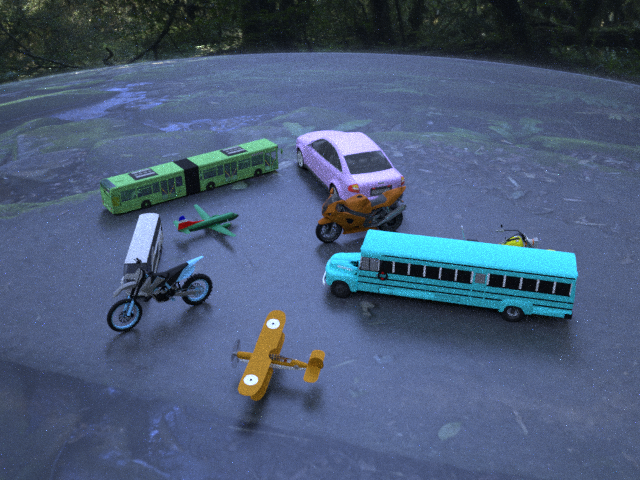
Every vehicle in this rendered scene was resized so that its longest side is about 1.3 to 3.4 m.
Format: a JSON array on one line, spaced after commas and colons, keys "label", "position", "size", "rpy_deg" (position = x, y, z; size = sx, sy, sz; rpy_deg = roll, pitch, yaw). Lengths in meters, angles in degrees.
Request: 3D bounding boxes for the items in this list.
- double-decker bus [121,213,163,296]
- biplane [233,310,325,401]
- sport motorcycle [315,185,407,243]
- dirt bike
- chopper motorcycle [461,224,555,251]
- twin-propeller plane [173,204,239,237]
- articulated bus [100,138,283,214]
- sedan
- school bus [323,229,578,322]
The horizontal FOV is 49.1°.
[{"label": "double-decker bus", "position": [-2.559, 0.208, 10.196], "size": [0.389, 0.541, 1.672], "rpy_deg": [-2, 29, -4]}, {"label": "biplane", "position": [-0.494, 1.410, 8.062], "size": [1.090, 0.504, 1.336], "rpy_deg": [6, 30, 11]}, {"label": "sport motorcycle", "position": [0.647, -0.413, 11.029], "size": [1.520, 0.821, 0.506], "rpy_deg": [-10, 31, -17]}, {"label": "dirt bike", "position": [-2.067, 0.649, 9.073], "size": [1.493, 0.857, 0.527], "rpy_deg": [-20, 35, -32]}, {"label": "chopper motorcycle", "position": [2.707, 0.158, 10.059], "size": [1.563, 0.761, 0.466], "rpy_deg": [2, 29, 3]}, {"label": "twin-propeller plane", "position": [-1.796, -0.325, 11.299], "size": [1.095, 0.407, 1.370], "rpy_deg": [-19, 34, -30]}, {"label": "articulated bus", "position": [-2.252, -1.194, 12.710], "size": [3.401, 0.561, 0.605], "rpy_deg": [-20, 35, -31]}, {"label": "sedan", "position": [0.468, -1.492, 12.858], "size": [1.235, 0.940, 3.137], "rpy_deg": [-11, 31, -18]}, {"label": "school bus", "position": [1.687, 0.447, 9.452], "size": [3.322, 0.844, 0.709], "rpy_deg": [7, 30, 12]}]
